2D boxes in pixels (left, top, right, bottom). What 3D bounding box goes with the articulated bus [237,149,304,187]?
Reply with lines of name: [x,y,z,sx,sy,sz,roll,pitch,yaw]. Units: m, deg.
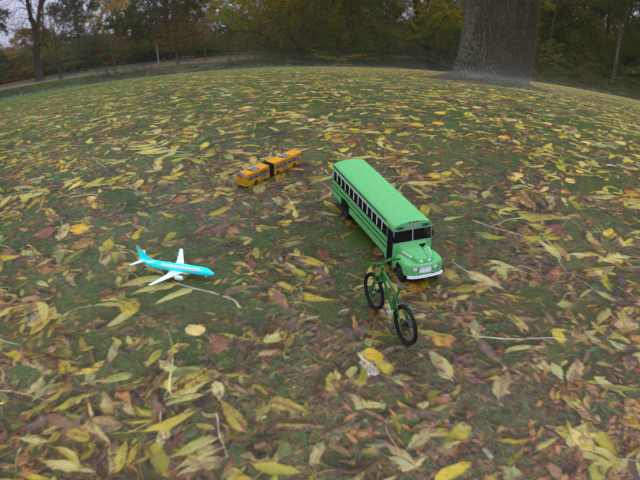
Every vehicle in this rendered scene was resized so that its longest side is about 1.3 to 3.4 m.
articulated bus: [-1.018,-1.497,14.494,0.311,0.289,1.749,21,35,34]

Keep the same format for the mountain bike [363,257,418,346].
mountain bike: [0.956,0.793,9.586,0.573,0.868,1.469,-12,30,-20]

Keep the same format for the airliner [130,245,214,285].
airliner: [-2.268,0.343,10.895,1.307,0.429,1.161,7,29,12]

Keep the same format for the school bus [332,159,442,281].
school bus: [1.073,-0.408,11.863,0.709,0.844,3.322,-9,29,-17]
